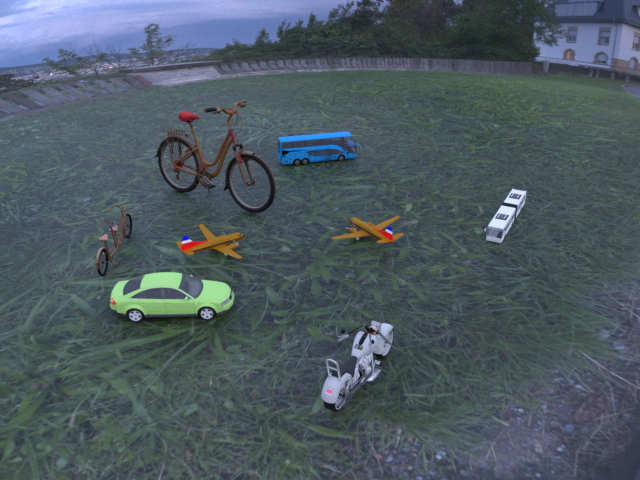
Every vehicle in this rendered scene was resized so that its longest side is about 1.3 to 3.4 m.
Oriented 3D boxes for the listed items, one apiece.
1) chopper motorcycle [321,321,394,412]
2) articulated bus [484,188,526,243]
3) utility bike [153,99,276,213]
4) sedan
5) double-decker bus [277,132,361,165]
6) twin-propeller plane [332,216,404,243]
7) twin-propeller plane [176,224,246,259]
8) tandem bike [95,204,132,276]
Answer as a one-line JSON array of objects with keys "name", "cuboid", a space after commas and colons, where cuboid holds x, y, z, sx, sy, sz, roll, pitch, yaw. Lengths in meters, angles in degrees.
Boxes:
[{"name": "chopper motorcycle", "cuboid": [0.466, 1.282, 7.862, 0.466, 0.761, 1.563, 15, 31, 26]}, {"name": "articulated bus", "cuboid": [3.126, -0.428, 11.697, 0.311, 0.289, 1.749, 13, 30, 24]}, {"name": "utility bike", "cuboid": [-1.851, -1.571, 12.225, 2.791, 1.839, 1.039, 17, 32, 29]}, {"name": "sedan", "cuboid": [-1.953, 0.713, 9.270, 1.613, 0.483, 0.635, -1, 27, -2]}, {"name": "double-decker bus", "cuboid": [-0.029, -1.863, 14.210, 1.672, 0.541, 0.389, -7, 28, -13]}, {"name": "twin-propeller plane", "cuboid": [0.804, -0.197, 11.121, 1.370, 0.407, 1.095, -18, 32, -31]}, {"name": "twin-propeller plane", "cuboid": [-1.627, 0.007, 10.725, 1.095, 0.407, 1.370, -17, 32, -30]}, {"name": "tandem bike", "cuboid": [-3.111, -0.066, 10.565, 0.283, 0.682, 1.642, 1, 27, 3]}]
